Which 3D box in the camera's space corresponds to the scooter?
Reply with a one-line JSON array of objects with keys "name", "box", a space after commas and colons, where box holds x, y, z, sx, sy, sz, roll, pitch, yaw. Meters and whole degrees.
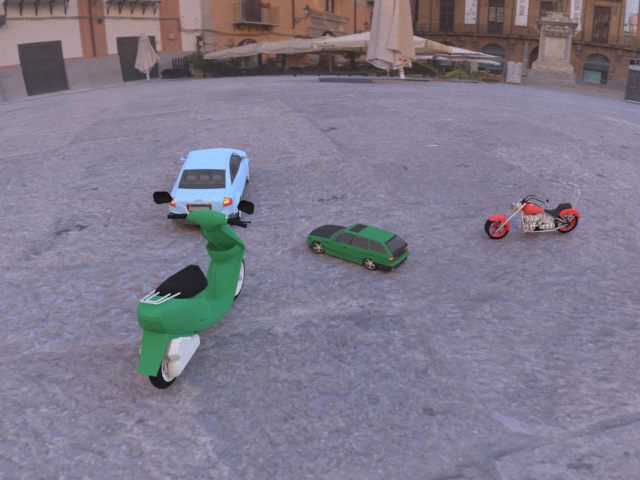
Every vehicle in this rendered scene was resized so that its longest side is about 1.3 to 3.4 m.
[{"name": "scooter", "box": [-1.454, 0.422, 8.312, 1.288, 1.786, 2.721, 7, 27, 14]}]

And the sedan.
[{"name": "sedan", "box": [-1.940, -1.150, 12.548, 1.235, 0.940, 3.137, 0, 26, 0]}]

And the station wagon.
[{"name": "station wagon", "box": [0.548, 0.022, 10.654, 1.597, 0.473, 0.682, 17, 30, 31]}]

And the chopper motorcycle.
[{"name": "chopper motorcycle", "box": [3.424, -0.412, 11.223, 1.563, 0.761, 0.466, -4, 26, -7]}]
